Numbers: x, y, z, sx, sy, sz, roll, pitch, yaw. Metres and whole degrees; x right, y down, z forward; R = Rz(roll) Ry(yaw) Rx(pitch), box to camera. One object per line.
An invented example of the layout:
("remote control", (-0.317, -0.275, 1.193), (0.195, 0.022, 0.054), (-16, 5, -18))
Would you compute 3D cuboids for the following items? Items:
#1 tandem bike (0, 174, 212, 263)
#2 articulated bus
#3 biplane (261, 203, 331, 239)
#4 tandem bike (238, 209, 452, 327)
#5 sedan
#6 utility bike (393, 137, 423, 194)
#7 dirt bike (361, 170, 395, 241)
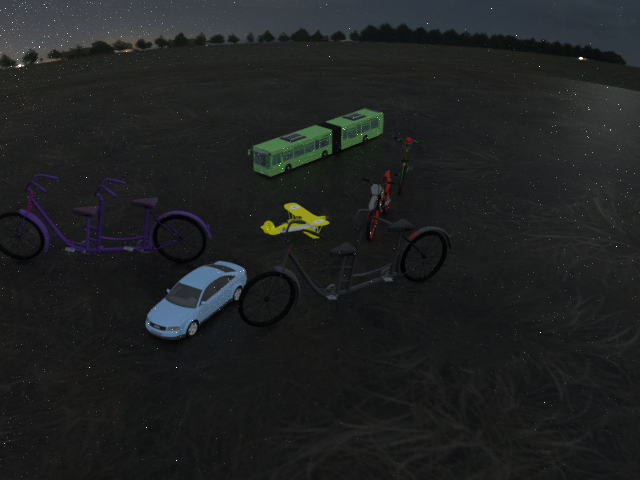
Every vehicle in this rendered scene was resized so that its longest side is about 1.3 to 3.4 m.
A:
("tandem bike", (-3.147, -0.271, 9.937), (3.192, 1.326, 0.550), (1, 28, 2))
("articulated bus", (0.032, -2.012, 14.097), (0.605, 0.561, 3.401), (24, 36, 37))
("biplane", (-0.367, -0.241, 10.766), (1.090, 0.504, 1.336), (-13, 30, -23))
("tandem bike", (0.420, 0.232, 8.974), (3.192, 1.326, 0.550), (-14, 31, -25))
("sedan", (-1.567, 0.706, 8.975), (0.635, 0.483, 1.613), (15, 31, 26))
("utility bike", (1.572, -1.444, 12.594), (0.535, 0.946, 1.435), (5, 28, 9))
("dirt bike", (0.947, -0.612, 11.096), (0.527, 0.857, 1.493), (8, 29, 15))
